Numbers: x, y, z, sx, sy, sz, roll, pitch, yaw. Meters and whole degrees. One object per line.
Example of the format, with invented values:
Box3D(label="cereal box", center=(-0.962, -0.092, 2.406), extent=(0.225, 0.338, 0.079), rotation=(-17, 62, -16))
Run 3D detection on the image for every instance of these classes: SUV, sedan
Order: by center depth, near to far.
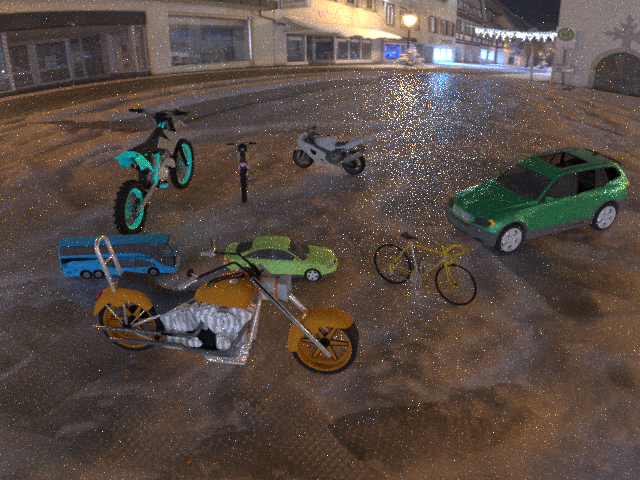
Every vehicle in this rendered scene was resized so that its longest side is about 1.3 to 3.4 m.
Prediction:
Box3D(label="sedan", center=(-0.558, 0.228, 9.912), extent=(1.613, 0.483, 0.635), rotation=(1, 27, 3))
Box3D(label="SUV", center=(3.479, -0.717, 11.083), extent=(3.058, 1.128, 1.276), rotation=(-12, 29, -22))

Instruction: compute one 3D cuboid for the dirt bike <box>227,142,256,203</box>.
Box3D(label="dirt bike", center=(-1.380, -1.284, 12.522), extent=(0.527, 0.857, 1.493), rotation=(-3, 27, -5))

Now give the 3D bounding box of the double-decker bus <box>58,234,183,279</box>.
Box3D(label="double-decker bus", center=(-2.790, 0.218, 9.869), extent=(1.672, 0.541, 0.389), rotation=(-2, 27, -4))

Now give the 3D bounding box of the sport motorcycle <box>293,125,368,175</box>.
Box3D(label="sport motorcycle", center=(0.179, -1.705, 13.406), extent=(1.520, 0.821, 0.506), rotation=(9, 28, 18))

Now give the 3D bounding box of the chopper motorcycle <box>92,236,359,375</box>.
Box3D(label="chopper motorcycle", center=(-1.077, 0.727, 7.798), extent=(3.040, 1.480, 0.906), rotation=(4, 27, 8))

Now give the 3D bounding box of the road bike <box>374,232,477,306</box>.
Box3D(label="road bike", center=(1.373, 0.343, 9.271), extent=(1.545, 0.852, 0.358), rotation=(18, 32, 32))

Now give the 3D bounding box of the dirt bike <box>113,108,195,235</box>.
Box3D(label="dirt bike", center=(-2.720, -1.263, 11.574), extent=(1.024, 1.666, 2.903), rotation=(6, 27, 12))
